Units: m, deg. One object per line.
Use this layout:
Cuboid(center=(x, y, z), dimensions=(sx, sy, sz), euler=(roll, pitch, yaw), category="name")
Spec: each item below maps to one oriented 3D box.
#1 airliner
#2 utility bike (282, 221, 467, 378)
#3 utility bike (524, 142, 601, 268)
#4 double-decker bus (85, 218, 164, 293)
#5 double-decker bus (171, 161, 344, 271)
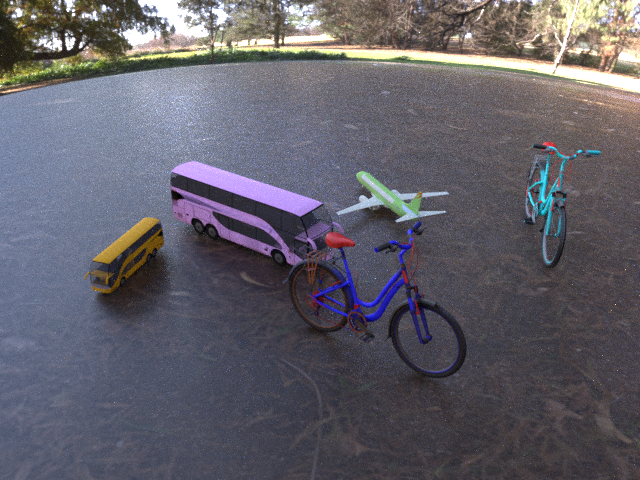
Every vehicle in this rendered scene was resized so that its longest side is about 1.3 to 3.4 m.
Cuboid(center=(1.238, -0.960, 12.839), dimensions=(2.257, 0.835, 2.541), euler=(-11, 31, -20), category="airliner")
Cuboid(center=(0.680, 0.597, 8.984), dimensions=(2.791, 1.839, 1.039), euler=(19, 34, 31), category="utility bike")
Cuboid(center=(3.853, -0.832, 11.570), dimensions=(1.039, 1.839, 2.791), euler=(2, 29, 4), category="utility bike")
Cuboid(center=(-3.018, 0.237, 10.978), dimensions=(0.389, 0.541, 1.672), euler=(9, 30, 17), category="double-decker bus")
Cuboid(center=(-1.149, -0.420, 11.639), dimensions=(3.251, 1.052, 0.756), euler=(20, 35, 31), category="double-decker bus")
